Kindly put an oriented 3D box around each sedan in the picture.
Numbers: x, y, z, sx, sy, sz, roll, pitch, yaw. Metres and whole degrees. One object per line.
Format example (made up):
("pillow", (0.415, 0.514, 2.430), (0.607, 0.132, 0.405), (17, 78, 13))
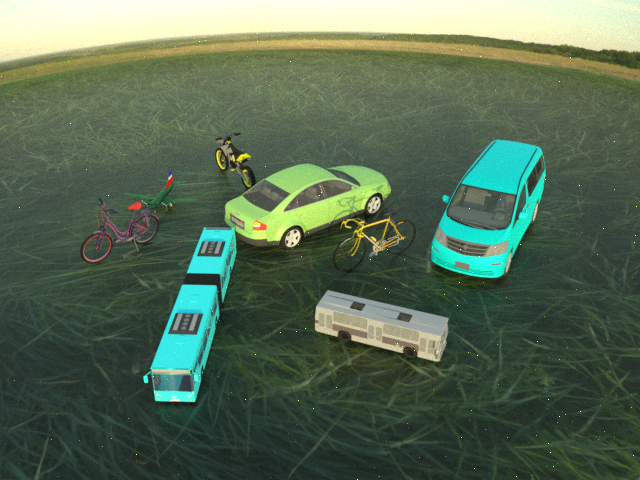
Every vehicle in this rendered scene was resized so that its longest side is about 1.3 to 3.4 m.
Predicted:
("sedan", (-0.128, -0.759, 11.814), (3.137, 0.940, 1.235), (-22, 37, -34))

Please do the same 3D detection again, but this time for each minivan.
("minivan", (2.763, -0.561, 11.211), (1.324, 1.197, 3.011), (14, 33, 23))

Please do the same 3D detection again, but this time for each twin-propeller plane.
("twin-propeller plane", (-2.819, -0.844, 12.495), (1.370, 0.407, 1.095), (5, 30, 9))

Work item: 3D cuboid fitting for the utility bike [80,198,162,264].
("utility bike", (-3.050, -0.194, 10.826), (1.435, 0.946, 0.535), (-26, 39, -37))

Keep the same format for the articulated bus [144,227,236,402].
("articulated bus", (-1.615, 0.844, 9.408), (0.605, 0.561, 3.401), (1, 30, 2))

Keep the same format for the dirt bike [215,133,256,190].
("dirt bike", (-1.630, -1.523, 13.224), (0.527, 0.857, 1.493), (-19, 35, -30))

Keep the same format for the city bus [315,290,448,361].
("city bus", (0.783, 1.114, 9.039), (1.674, 0.460, 0.476), (12, 32, 19))

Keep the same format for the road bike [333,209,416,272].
("road bike", (0.854, -0.028, 10.632), (1.545, 0.852, 0.358), (-17, 34, -27))
